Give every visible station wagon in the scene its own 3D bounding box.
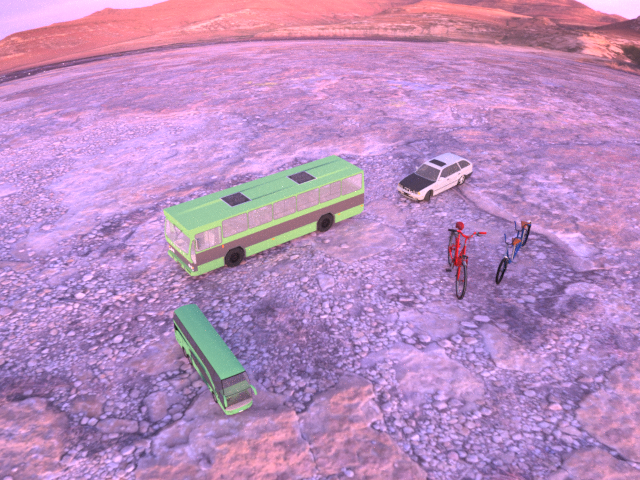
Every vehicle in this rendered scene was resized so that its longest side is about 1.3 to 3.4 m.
[{"bbox_3d":[2.095,-1.182,12.715,1.597,0.473,0.682,-26,40,-36],"label":"station wagon"}]

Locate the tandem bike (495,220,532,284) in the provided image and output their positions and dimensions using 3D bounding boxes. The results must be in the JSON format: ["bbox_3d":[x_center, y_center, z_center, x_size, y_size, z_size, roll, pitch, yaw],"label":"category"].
[{"bbox_3d":[2.929,0.054,10.476,0.283,0.682,1.642,17,35,26],"label":"tandem bike"}]

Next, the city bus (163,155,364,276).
[{"bbox_3d":[-0.793,-0.418,11.050,3.255,0.894,0.926,-21,37,-31],"label":"city bus"}]

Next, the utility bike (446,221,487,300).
[{"bbox_3d":[2.037,0.165,10.040,0.535,0.946,1.435,1,31,1],"label":"utility bike"}]

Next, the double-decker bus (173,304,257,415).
[{"bbox_3d":[-1.298,1.413,8.374,0.389,0.541,1.672,-17,35,-26],"label":"double-decker bus"}]
